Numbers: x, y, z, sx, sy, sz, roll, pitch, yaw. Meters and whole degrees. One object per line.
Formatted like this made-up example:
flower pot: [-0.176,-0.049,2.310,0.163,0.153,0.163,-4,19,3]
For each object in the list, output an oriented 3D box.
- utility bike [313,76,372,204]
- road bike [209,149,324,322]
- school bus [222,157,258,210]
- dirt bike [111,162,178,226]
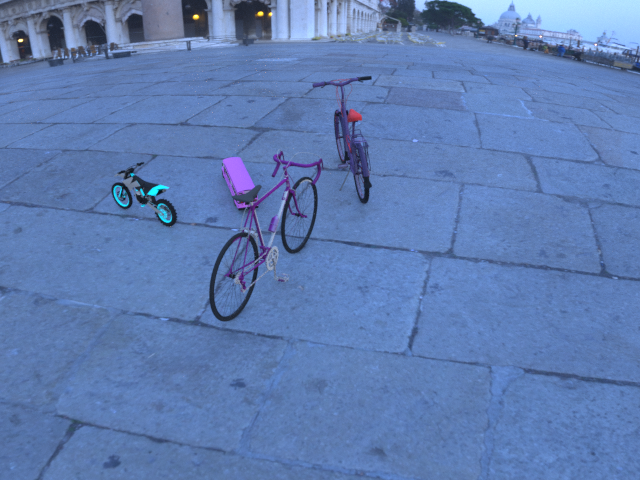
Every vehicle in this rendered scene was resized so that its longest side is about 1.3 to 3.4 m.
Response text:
utility bike: [0.443,-1.838,12.220,1.039,1.839,2.791,-5,30,-8]
road bike: [-0.683,-0.162,9.479,0.696,1.656,3.004,13,32,22]
school bus: [-1.424,-1.028,12.219,0.365,0.434,1.708,-8,31,-14]
dirt bike: [-2.885,-0.751,11.310,1.493,0.857,0.527,19,35,30]
